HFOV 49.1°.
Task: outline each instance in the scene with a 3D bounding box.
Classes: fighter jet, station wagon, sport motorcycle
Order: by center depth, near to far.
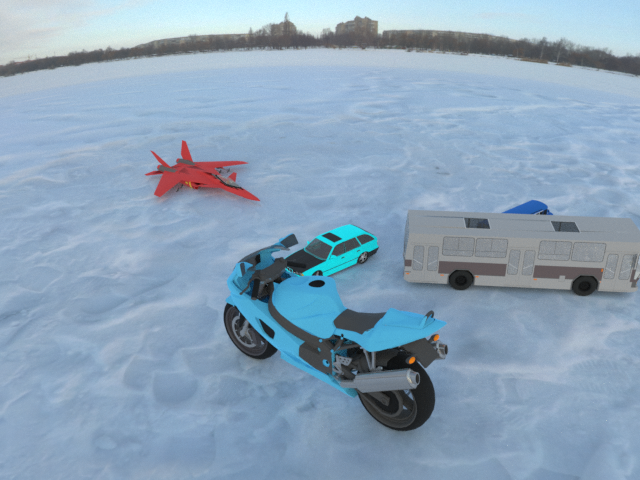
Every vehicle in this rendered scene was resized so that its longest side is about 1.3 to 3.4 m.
[{"bbox_3d":[0.016,1.009,7.733,2.955,1.596,0.983,19,33,32],"label":"sport motorcycle"},{"bbox_3d":[0.149,0.174,10.569,1.597,0.473,0.682,-22,34,-36],"label":"station wagon"},{"bbox_3d":[-2.071,-1.246,13.221,2.640,0.557,2.229,22,34,36],"label":"fighter jet"}]

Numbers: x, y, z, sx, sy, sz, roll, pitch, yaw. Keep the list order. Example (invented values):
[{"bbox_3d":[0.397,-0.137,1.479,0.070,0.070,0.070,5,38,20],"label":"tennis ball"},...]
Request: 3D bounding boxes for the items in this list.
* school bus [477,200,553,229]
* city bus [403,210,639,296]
[{"bbox_3d":[3.242,-0.291,11.510,1.708,0.434,0.365,-20,34,-34],"label":"school bus"},{"bbox_3d":[2.852,0.185,10.089,3.255,0.894,0.926,2,27,5],"label":"city bus"}]
